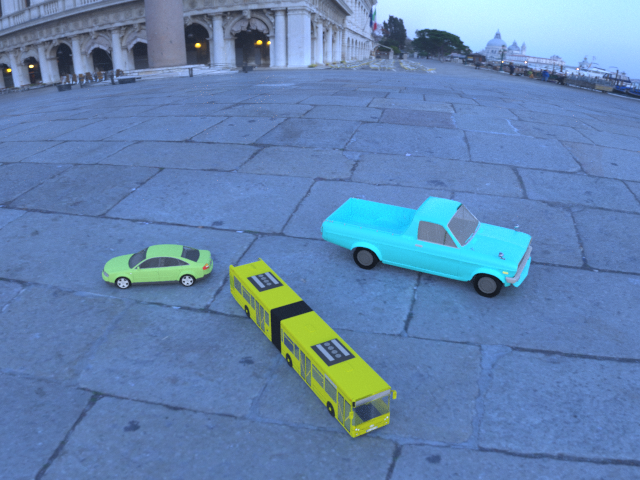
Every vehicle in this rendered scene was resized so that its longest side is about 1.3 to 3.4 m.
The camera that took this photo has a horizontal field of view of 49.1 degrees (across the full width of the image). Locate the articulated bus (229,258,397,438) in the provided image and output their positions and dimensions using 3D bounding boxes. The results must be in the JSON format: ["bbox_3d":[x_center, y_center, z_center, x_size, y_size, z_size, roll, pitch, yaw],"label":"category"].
[{"bbox_3d":[-0.252,1.169,8.618,0.605,0.561,3.401,-14,30,-26],"label":"articulated bus"}]

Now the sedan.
[{"bbox_3d":[-2.396,0.354,10.326,1.613,0.483,0.635,-2,27,-4],"label":"sedan"}]

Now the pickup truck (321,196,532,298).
[{"bbox_3d":[1.606,-0.079,10.619,3.117,0.993,1.244,12,29,23],"label":"pickup truck"}]
